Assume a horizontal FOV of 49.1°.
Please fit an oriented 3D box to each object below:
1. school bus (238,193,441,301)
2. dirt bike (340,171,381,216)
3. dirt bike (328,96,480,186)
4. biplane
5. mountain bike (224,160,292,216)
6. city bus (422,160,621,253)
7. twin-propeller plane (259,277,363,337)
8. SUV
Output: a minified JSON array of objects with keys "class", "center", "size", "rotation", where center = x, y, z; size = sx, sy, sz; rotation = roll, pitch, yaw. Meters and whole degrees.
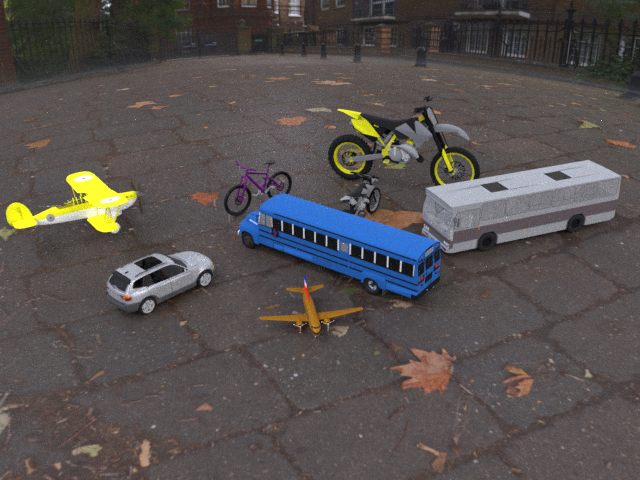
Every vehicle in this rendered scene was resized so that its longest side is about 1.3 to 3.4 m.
[{"class":"school bus","center":[0.159,0.016,10.374],"size":[3.322,0.844,0.709],"rotation":[19,33,32]},{"class":"dirt bike","center":[0.654,-0.647,11.617],"size":[0.527,0.857,1.493],"rotation":[16,32,27]},{"class":"dirt bike","center":[1.515,-1.744,12.832],"size":[2.903,1.666,1.024],"rotation":[10,29,19]},{"class":"biplane","center":[-3.883,-0.510,11.226],"size":[2.120,0.981,2.598],"rotation":[-16,32,-27]},{"class":"mountain bike","center":[-1.070,-0.960,12.201],"size":[1.469,0.868,0.573],"rotation":[-23,35,-36]},{"class":"city bus","center":[3.282,-0.540,11.375],"size":[3.255,0.894,0.926],"rotation":[-11,30,-19]},{"class":"twin-propeller plane","center":[-0.125,0.882,9.197],"size":[1.370,0.407,1.095],"rotation":[-5,28,-9]},{"class":"SUV","center":[-2.203,0.490,9.756],"size":[0.656,0.580,1.572],"rotation":[24,36,37]}]
